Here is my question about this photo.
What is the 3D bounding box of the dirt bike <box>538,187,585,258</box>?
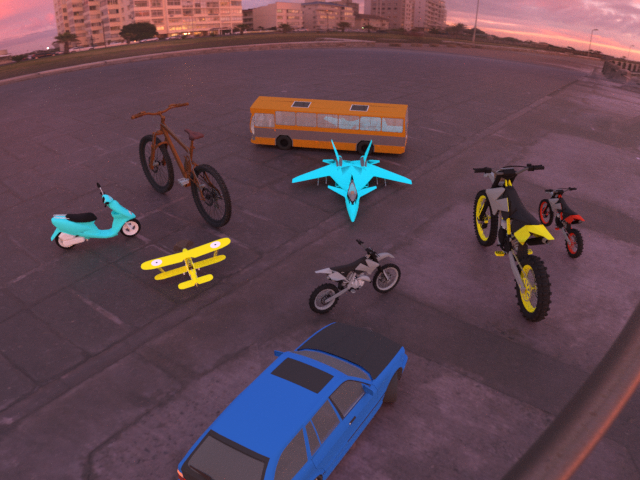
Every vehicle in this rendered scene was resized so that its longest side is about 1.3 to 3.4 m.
[{"bbox_3d":[3.875,-0.370,11.255,0.527,0.857,1.493,-4,30,-8],"label":"dirt bike"}]

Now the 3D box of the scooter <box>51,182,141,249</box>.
[{"bbox_3d":[-3.600,-0.355,11.167,1.399,0.919,0.662,-12,32,-20],"label":"scooter"}]

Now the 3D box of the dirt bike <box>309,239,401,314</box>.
[{"bbox_3d":[0.504,0.506,9.728,1.493,0.857,0.527,-15,33,-25],"label":"dirt bike"}]

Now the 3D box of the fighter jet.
[{"bbox_3d":[0.589,-1.113,12.851,2.229,0.557,2.640,1,30,1],"label":"fighter jet"}]

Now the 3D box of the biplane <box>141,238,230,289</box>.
[{"bbox_3d":[-1.921,0.401,10.266,1.336,0.504,1.090,-10,31,-16],"label":"biplane"}]

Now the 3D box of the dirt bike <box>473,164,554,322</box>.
[{"bbox_3d":[2.731,-0.171,10.095,1.024,1.666,2.903,-3,30,-6],"label":"dirt bike"}]

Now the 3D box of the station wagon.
[{"bbox_3d":[-0.146,1.748,7.500,1.327,0.920,3.105,17,34,27],"label":"station wagon"}]

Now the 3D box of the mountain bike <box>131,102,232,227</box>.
[{"bbox_3d":[-2.403,-1.323,12.082,1.114,1.688,2.857,-24,37,-35],"label":"mountain bike"}]

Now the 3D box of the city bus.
[{"bbox_3d":[0.198,-2.391,14.740,3.255,0.894,0.926,5,30,9],"label":"city bus"}]
